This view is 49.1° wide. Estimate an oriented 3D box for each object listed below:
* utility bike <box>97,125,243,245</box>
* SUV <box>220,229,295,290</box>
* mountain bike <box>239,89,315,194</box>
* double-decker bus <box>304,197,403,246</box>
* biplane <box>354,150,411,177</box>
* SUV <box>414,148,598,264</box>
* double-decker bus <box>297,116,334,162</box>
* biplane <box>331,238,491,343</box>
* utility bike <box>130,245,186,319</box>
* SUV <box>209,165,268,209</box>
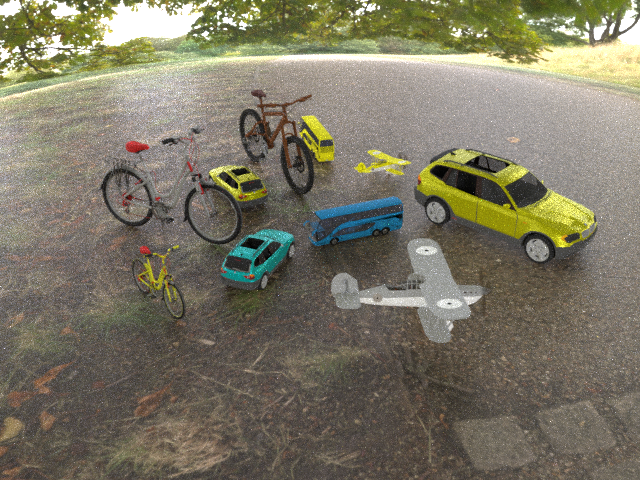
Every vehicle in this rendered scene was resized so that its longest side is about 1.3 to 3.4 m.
[{"bbox_3d":[-2.470,-0.967,11.394,2.791,1.839,1.039,12,32,20],"label":"utility bike"},{"bbox_3d":[-0.922,0.203,10.602,0.656,0.580,1.572,11,31,19],"label":"SUV"},{"bbox_3d":[-0.894,-2.004,13.379,1.114,1.688,2.857,-17,34,-27],"label":"mountain bike"},{"bbox_3d":[0.575,-0.302,11.536,1.672,0.541,0.389,-11,31,-19],"label":"double-decker bus"},{"bbox_3d":[1.187,-1.445,13.592,1.090,0.504,1.336,-15,33,-24],"label":"biplane"},{"bbox_3d":[3.025,-0.668,11.587,3.058,1.128,1.276,24,38,36],"label":"SUV"},{"bbox_3d":[-0.088,-2.176,14.847,0.389,0.541,1.672,-8,30,-14],"label":"double-decker bus"},{"bbox_3d":[1.207,0.693,9.330,2.120,0.981,2.598,0,30,-1],"label":"biplane"},{"bbox_3d":[-2.252,0.468,9.764,0.535,0.946,1.435,-24,38,-36],"label":"utility bike"},{"bbox_3d":[-1.518,-1.069,12.852,0.656,0.580,1.572,-16,33,-26],"label":"SUV"}]
